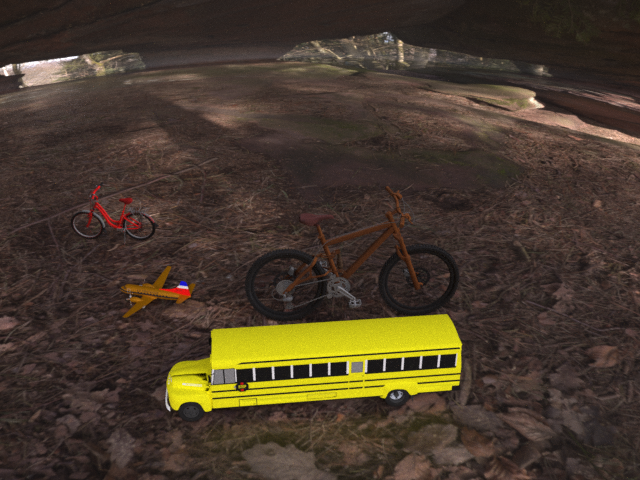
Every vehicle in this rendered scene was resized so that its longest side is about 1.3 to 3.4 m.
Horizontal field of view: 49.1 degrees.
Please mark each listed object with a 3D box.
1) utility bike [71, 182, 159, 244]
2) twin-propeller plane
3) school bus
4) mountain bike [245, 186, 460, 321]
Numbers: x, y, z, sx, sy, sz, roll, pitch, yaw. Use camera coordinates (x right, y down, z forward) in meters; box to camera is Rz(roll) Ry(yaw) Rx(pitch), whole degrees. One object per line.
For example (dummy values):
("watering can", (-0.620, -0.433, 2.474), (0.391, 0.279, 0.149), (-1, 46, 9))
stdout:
("utility bike", (-3.324, -0.384, 11.193), (1.435, 0.946, 0.535), (1, 29, 2))
("twin-propeller plane", (-2.313, 0.690, 9.778), (1.095, 0.407, 1.370), (7, 29, 13))
("school bus", (-0.090, 1.422, 7.972), (3.322, 0.844, 0.709), (-3, 29, -6))
("mountain bike", (0.437, 0.309, 9.138), (2.857, 1.688, 1.114), (-2, 29, -4))
